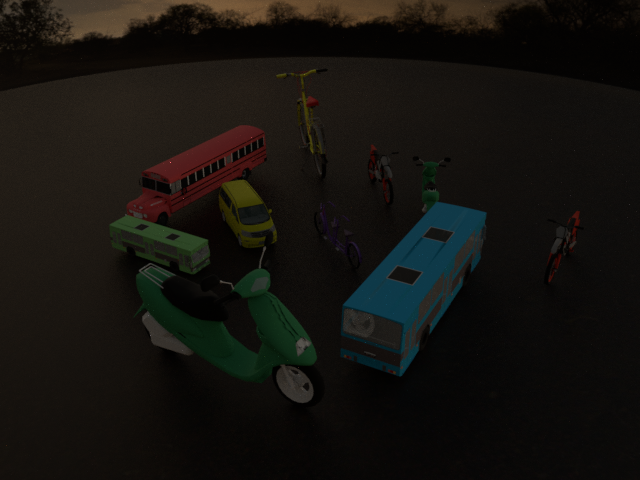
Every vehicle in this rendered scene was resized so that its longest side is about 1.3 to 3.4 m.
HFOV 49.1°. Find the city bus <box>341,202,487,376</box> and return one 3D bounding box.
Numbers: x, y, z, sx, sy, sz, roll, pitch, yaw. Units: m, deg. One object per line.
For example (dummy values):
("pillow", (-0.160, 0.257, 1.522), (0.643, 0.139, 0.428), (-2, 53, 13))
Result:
("city bus", (1.367, 0.568, 9.516), (0.926, 0.894, 3.255), (15, 32, 25))

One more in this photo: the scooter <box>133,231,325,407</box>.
("scooter", (-1.131, 0.852, 8.075), (2.721, 1.786, 1.288), (16, 32, 26))

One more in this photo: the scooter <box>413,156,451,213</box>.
("scooter", (1.934, -0.967, 12.282), (0.662, 0.919, 1.399), (3, 29, 5))

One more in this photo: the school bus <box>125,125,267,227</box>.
("school bus", (-2.205, -1.217, 12.813), (0.709, 0.844, 3.322), (16, 33, 27))

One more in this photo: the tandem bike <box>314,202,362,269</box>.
("tandem bike", (0.259, -0.132, 11.009), (0.283, 0.682, 1.642), (-13, 31, -22))

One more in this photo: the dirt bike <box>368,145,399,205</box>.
("dirt bike", (1.124, -1.265, 12.887), (0.527, 0.857, 1.493), (-6, 29, -10))

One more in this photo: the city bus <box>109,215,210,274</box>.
("city bus", (-2.494, 0.079, 10.855), (1.674, 0.460, 0.476), (16, 33, 26))

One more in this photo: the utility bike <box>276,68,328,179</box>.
("utility bike", (-0.287, -2.390, 13.915), (1.039, 1.839, 2.791), (-6, 29, -10))

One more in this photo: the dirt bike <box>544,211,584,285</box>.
("dirt bike", (3.653, 0.059, 10.480), (0.527, 0.857, 1.493), (17, 33, 28))

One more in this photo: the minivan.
("minivan", (-1.219, -0.442, 11.641), (0.681, 0.616, 1.548), (-12, 31, -20))
